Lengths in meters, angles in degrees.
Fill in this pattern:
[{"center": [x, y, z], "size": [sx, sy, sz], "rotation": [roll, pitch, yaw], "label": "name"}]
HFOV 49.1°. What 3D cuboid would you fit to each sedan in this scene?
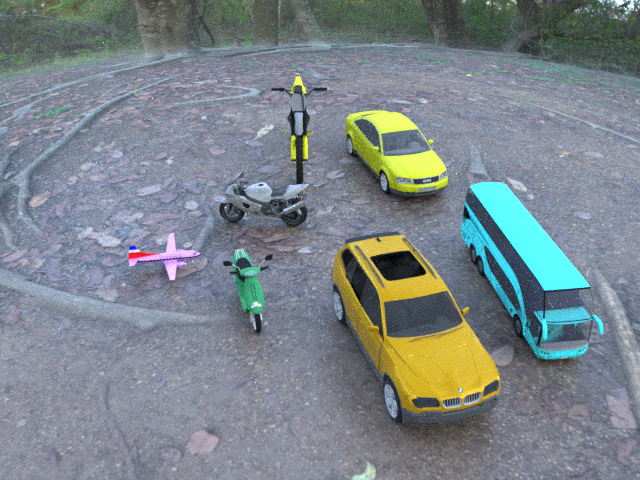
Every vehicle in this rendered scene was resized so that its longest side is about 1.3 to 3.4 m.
[{"center": [1.417, -1.810, 13.460], "size": [1.235, 0.940, 3.137], "rotation": [-9, 32, -15], "label": "sedan"}]

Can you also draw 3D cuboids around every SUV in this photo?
[{"center": [1.067, 0.945, 8.599], "size": [1.276, 1.128, 3.058], "rotation": [-9, 32, -15], "label": "SUV"}]

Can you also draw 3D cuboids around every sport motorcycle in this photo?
[{"center": [-0.934, -0.635, 11.583], "size": [1.520, 0.821, 0.506], "rotation": [3, 31, 5], "label": "sport motorcycle"}]

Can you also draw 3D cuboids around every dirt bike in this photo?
[{"center": [-0.391, -2.231, 13.459], "size": [1.024, 1.666, 2.903], "rotation": [-1, 31, -2], "label": "dirt bike"}]

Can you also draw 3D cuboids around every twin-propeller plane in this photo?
[{"center": [-2.330, 0.216, 10.547], "size": [1.095, 0.407, 1.370], "rotation": [-6, 31, -9], "label": "twin-propeller plane"}]

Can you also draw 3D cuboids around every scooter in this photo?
[{"center": [-0.980, 0.547, 9.481], "size": [0.662, 0.919, 1.399], "rotation": [-8, 32, -14], "label": "scooter"}]

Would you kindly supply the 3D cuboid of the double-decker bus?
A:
[{"center": [2.782, 0.344, 9.695], "size": [0.756, 1.052, 3.251], "rotation": [-4, 31, -7], "label": "double-decker bus"}]
